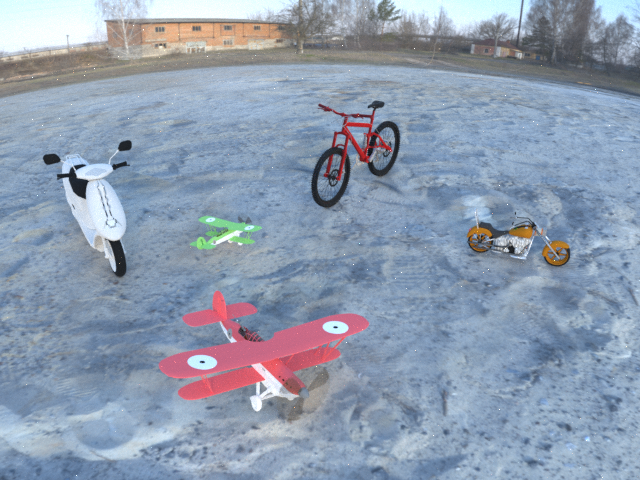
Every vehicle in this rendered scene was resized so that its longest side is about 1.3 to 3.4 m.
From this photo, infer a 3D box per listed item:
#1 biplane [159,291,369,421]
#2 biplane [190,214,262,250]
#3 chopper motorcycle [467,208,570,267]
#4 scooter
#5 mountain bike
[{"bbox_3d":[-0.704,1.250,8.070,2.598,0.981,2.120,-19,33,-31],"label":"biplane"},{"bbox_3d":[-1.544,-0.075,11.067,1.336,0.504,1.090,21,34,33],"label":"biplane"},{"bbox_3d":[3.050,-0.045,10.737,1.563,0.761,0.466,9,29,16],"label":"chopper motorcycle"},{"bbox_3d":[-3.536,-0.692,10.863,1.288,1.786,2.721,-15,32,-26],"label":"scooter"},{"bbox_3d":[0.720,-1.708,12.877,1.114,1.688,2.857,19,33,31],"label":"mountain bike"}]
